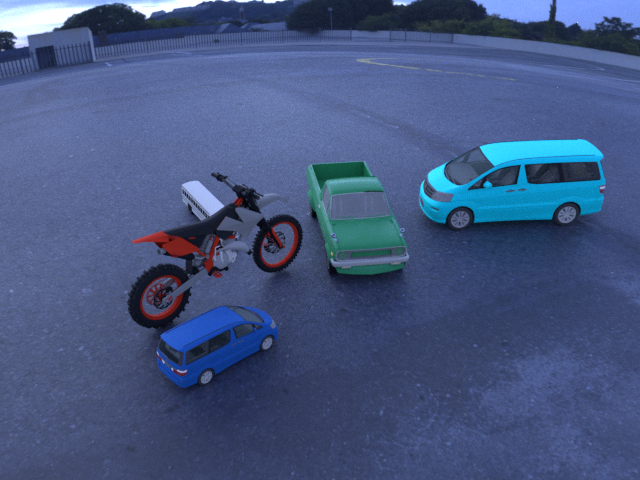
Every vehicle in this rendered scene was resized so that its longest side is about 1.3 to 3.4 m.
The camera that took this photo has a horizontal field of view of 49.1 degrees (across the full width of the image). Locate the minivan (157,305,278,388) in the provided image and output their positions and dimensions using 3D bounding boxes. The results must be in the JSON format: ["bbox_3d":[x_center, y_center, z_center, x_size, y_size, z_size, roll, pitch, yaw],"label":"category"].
[{"bbox_3d":[-1.224,1.199,8.604,1.548,0.616,0.681,-25,38,-37],"label":"minivan"}]

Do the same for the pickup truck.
[{"bbox_3d":[0.522,-0.534,11.293,1.244,0.993,3.117,-4,30,-7],"label":"pickup truck"}]

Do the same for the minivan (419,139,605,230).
[{"bbox_3d":[3.229,-0.992,11.897,3.011,1.197,1.324,-3,30,-5],"label":"minivan"}]

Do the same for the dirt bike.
[{"bbox_3d":[-1.359,0.065,9.545,2.903,1.666,1.024,-24,37,-36],"label":"dirt bike"}]

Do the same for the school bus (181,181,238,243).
[{"bbox_3d":[-1.861,-0.485,11.773,0.365,0.434,1.708,-16,33,-26],"label":"school bus"}]
